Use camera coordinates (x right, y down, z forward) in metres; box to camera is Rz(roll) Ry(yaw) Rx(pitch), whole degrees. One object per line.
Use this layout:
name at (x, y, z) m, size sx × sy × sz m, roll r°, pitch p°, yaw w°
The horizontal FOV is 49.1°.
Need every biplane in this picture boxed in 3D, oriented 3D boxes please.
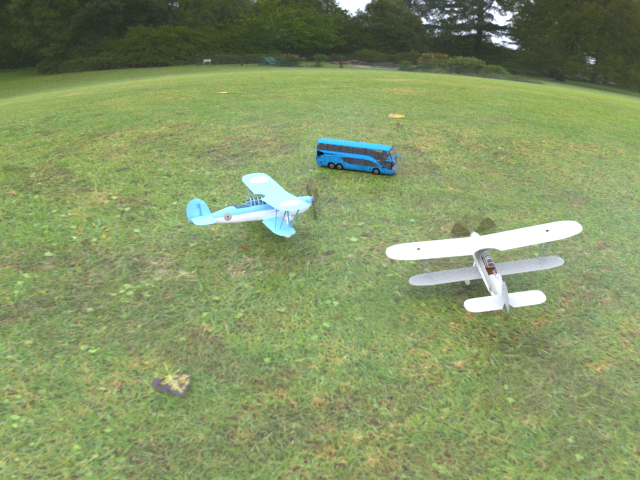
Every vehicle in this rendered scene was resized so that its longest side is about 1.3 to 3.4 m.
biplane at (-1.042, -0.485, 11.037) m, size 2.120 × 0.981 × 2.598 m, roll -9°, pitch 28°, yaw -18°
biplane at (2.195, 0.389, 9.273) m, size 2.598 × 0.981 × 2.120 m, roll 0°, pitch 26°, yaw -1°

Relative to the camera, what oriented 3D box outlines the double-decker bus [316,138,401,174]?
double-decker bus at (0.747, -1.653, 13.888) m, size 1.672 × 0.541 × 0.389 m, roll 9°, pitch 28°, yaw 18°
